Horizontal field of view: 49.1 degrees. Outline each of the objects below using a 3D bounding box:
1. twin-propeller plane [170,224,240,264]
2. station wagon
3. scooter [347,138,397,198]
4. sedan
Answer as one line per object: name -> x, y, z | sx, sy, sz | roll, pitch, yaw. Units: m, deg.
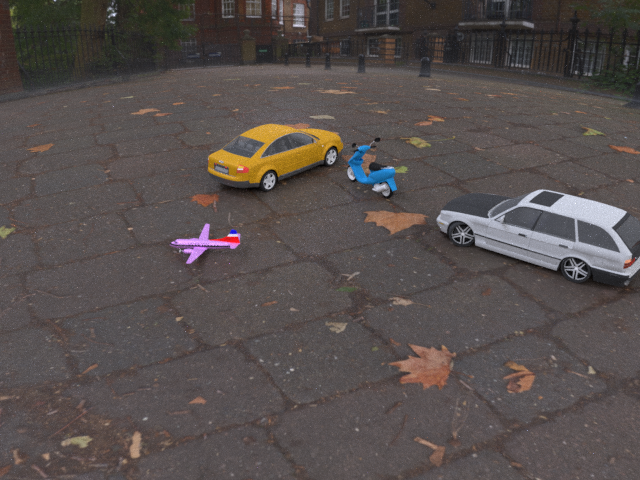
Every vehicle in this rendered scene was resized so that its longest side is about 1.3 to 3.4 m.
twin-propeller plane -> -1.765, 0.016, 10.696 | 1.095, 0.407, 1.370 | 2, 26, 3
station wagon -> 3.313, -0.234, 10.622 | 3.105, 0.920, 1.327 | 19, 32, 34
scooter -> 0.937, -1.356, 12.917 | 0.662, 0.919, 1.399 | -17, 31, -31
sedan -> -0.794, -1.782, 13.764 | 1.235, 0.940, 3.137 | 21, 33, 36
